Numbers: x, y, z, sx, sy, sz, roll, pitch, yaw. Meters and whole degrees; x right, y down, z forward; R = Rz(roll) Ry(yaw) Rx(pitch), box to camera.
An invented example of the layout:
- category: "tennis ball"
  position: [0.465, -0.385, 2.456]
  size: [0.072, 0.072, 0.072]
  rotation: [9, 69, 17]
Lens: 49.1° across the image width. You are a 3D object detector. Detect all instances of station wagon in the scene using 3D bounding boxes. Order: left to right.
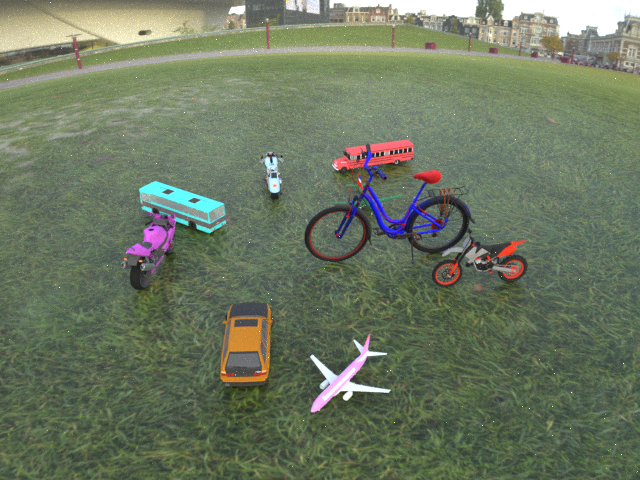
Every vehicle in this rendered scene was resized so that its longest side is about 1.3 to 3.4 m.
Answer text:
- category: "station wagon"
  position: [-0.951, 1.251, 9.156]
  size: [0.682, 0.473, 1.597]
  rotation: [-1, 30, -2]

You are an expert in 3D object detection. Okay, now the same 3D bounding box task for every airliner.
- category: "airliner"
  position: [0.277, 1.627, 8.538]
  size: [1.161, 0.429, 1.307]
  rotation: [19, 35, 30]

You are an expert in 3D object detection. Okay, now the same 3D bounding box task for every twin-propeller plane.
- category: "twin-propeller plane"
  position: [0.849, -0.823, 12.879]
  size: [1.370, 0.407, 1.095]
  rotation: [-6, 30, -11]

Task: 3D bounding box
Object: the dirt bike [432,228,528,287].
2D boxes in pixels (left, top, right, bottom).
- category: "dirt bike"
  position: [2.411, 0.303, 10.437]
  size: [1.493, 0.857, 0.527]
  rotation: [-4, 30, -8]

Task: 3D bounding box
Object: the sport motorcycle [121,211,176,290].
- category: "sport motorcycle"
  position: [-2.577, 0.123, 10.792]
  size: [0.506, 0.821, 1.520]
  rotation: [6, 30, 10]

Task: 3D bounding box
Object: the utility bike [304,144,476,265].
- category: "utility bike"
  position: [1.150, -0.454, 10.777]
  size: [2.791, 1.839, 1.039]
  rotation: [-5, 30, -9]

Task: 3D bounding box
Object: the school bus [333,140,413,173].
- category: "school bus"
  position: [1.092, -1.734, 14.457]
  size: [1.708, 0.434, 0.365]
  rotation: [-10, 31, -17]

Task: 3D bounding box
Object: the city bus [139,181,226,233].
- category: "city bus"
  position: [-2.441, -0.572, 12.382]
  size: [1.674, 0.460, 0.476]
  rotation: [18, 34, 29]

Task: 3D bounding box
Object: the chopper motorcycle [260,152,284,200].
- category: "chopper motorcycle"
  position: [-0.924, -1.355, 13.457]
  size: [0.466, 0.761, 1.563]
  rotation: [-4, 30, -7]
